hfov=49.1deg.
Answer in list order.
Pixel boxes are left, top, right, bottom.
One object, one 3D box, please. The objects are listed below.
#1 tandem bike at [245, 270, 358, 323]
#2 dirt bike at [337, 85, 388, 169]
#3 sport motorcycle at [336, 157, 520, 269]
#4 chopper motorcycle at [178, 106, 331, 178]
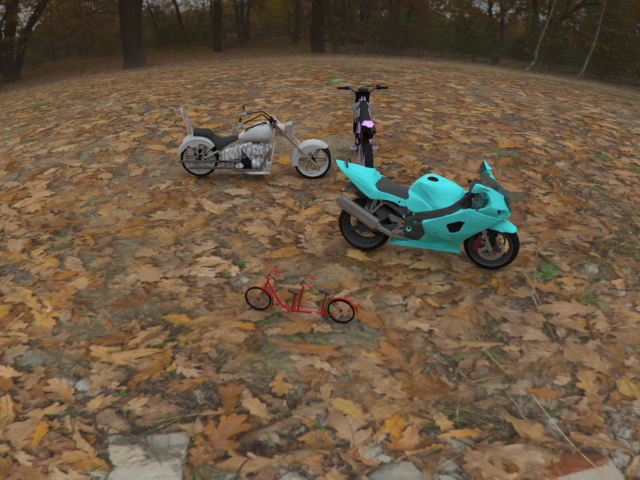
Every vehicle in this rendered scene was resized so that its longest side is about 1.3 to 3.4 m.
[{"bbox_3d":[-0.276,0.788,9.722,1.642,0.682,0.283,7,30,13],"label":"tandem bike"},{"bbox_3d":[0.864,-2.205,14.128,1.024,1.666,2.903,-1,29,-1],"label":"dirt bike"},{"bbox_3d":[1.660,-0.421,10.967,2.955,1.596,0.983,9,30,16],"label":"sport motorcycle"},{"bbox_3d":[-1.294,-1.915,13.796,3.040,1.480,0.906,-1,29,-1],"label":"chopper motorcycle"}]
